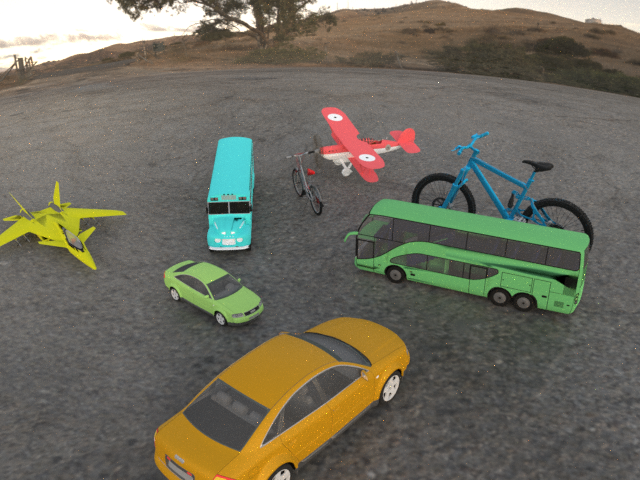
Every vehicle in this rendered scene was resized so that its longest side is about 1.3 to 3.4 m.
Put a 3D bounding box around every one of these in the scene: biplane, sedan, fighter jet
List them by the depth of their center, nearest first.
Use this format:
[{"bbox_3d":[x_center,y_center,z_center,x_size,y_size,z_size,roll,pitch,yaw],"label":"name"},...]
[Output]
[{"bbox_3d":[-0.246,1.521,7.191,1.235,0.940,3.137,21,34,35],"label":"sedan"},{"bbox_3d":[-1.444,0.653,9.402,1.613,0.483,0.635,22,34,36],"label":"sedan"},{"bbox_3d":[-4.053,-0.199,10.997,2.229,0.557,2.640,-19,33,-33],"label":"fighter jet"},{"bbox_3d":[0.898,-1.794,13.665,2.120,0.981,2.598,-9,28,-17],"label":"biplane"}]

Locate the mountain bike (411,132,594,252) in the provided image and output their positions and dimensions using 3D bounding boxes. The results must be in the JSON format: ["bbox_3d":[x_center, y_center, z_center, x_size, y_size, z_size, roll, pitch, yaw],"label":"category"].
[{"bbox_3d":[2.689,-0.587,10.511,2.857,1.688,1.114,17,31,29],"label":"mountain bike"}]

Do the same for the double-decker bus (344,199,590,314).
[{"bbox_3d":[1.972,0.178,9.710,3.251,1.052,0.756,12,29,22],"label":"double-decker bus"}]

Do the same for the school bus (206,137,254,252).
[{"bbox_3d":[-1.487,-0.835,11.929,0.709,0.844,3.322,-2,27,-4],"label":"school bus"}]

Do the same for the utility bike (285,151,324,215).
[{"bbox_3d":[-0.275,-1.019,12.178,0.535,0.946,1.435,-10,29,-20],"label":"utility bike"}]
